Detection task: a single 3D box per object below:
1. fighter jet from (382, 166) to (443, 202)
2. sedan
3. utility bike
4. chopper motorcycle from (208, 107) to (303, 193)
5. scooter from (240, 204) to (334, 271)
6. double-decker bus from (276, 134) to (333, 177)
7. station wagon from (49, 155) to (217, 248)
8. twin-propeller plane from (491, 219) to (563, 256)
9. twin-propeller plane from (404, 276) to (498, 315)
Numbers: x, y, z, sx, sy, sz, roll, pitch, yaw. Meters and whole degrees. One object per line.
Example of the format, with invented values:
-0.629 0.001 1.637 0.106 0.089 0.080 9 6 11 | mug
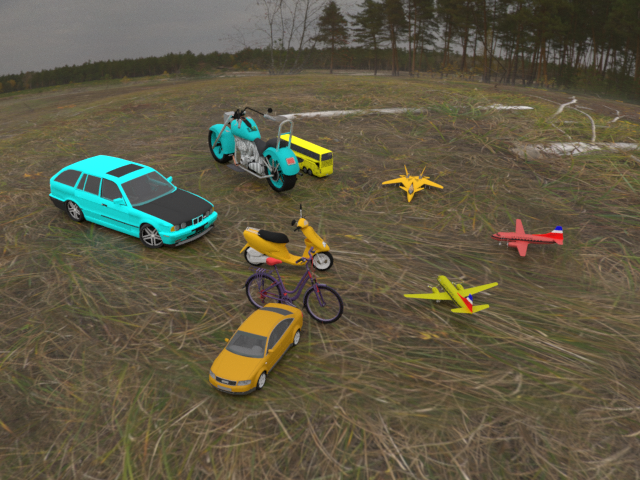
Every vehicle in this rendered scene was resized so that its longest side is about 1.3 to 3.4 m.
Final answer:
1.729 -1.049 13.119 1.147 0.286 1.358 5 26 10 | fighter jet
-0.730 1.206 8.244 0.635 0.483 1.613 10 28 20 | sedan
-0.351 0.551 9.065 1.435 0.946 0.535 10 27 19 | utility bike
-1.367 -1.914 13.535 0.906 1.480 3.040 -18 31 -32 | chopper motorcycle
-0.492 0.003 10.225 1.399 0.919 0.662 4 26 8 | scooter
-0.372 -1.735 14.241 0.389 0.541 1.672 -19 32 -34 | double-decker bus
-3.166 -0.735 11.744 3.105 0.920 1.327 16 30 30 | station wagon
3.242 -0.070 10.963 1.095 0.407 1.370 5 26 11 | twin-propeller plane
1.810 0.686 9.404 1.370 0.407 1.095 -6 27 -13 | twin-propeller plane
